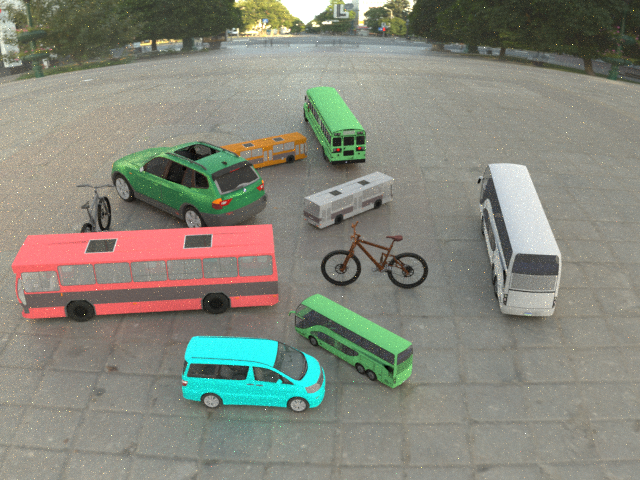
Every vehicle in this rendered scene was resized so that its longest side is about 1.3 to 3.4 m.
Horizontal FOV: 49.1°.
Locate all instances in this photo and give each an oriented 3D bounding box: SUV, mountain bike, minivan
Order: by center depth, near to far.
[{"bbox_3d":[-0.715,1.436,7.653,1.548,0.616,0.681,2,29,3],"label":"minivan"},{"bbox_3d":[0.744,0.265,9.519,1.469,0.868,0.573,2,29,4],"label":"mountain bike"},{"bbox_3d":[-3.404,-0.325,10.592,0.573,0.868,1.469,0,29,0],"label":"mountain bike"},{"bbox_3d":[-2.243,-1.059,11.657,3.058,1.128,1.276,23,36,35],"label":"SUV"}]

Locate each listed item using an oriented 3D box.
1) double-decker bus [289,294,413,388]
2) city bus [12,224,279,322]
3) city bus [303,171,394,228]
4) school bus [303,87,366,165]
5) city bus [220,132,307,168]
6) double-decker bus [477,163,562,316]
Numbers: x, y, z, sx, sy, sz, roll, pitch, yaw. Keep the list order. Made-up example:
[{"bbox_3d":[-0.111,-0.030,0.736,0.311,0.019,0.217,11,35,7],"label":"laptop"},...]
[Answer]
[{"bbox_3d":[0.345,1.145,8.258,1.672,0.541,0.389,25,37,37],"label":"double-decker bus"},{"bbox_3d":[-2.193,0.435,9.183,3.255,0.894,0.926,-3,29,-5],"label":"city bus"},{"bbox_3d":[0.498,-0.660,11.624,1.674,0.460,0.476,-22,36,-35],"label":"city bus"},{"bbox_3d":[0.228,-2.440,14.463,0.709,0.844,3.322,-5,29,-9],"label":"school bus"},{"bbox_3d":[-1.072,-1.663,13.449,1.674,0.460,0.476,-15,32,-25],"label":"city bus"},{"bbox_3d":[2.796,-0.147,10.078,0.756,1.052,3.251,3,29,5],"label":"double-decker bus"}]
